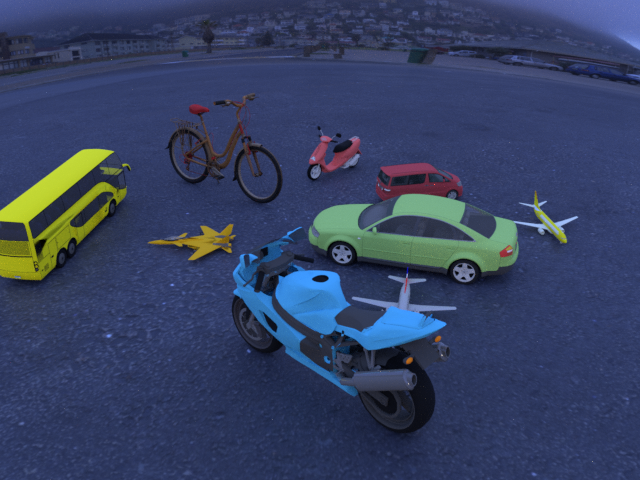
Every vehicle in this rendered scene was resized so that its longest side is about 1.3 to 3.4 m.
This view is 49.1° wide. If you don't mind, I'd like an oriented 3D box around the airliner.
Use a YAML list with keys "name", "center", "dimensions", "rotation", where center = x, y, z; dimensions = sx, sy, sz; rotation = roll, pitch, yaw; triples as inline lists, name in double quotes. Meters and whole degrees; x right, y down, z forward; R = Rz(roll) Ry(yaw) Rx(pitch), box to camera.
- name: "airliner"
  center: [3.738, -0.363, 11.418]
  dimensions: [1.161, 0.429, 1.307]
  rotation: [-4, 28, -7]

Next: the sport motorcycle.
- name: "sport motorcycle"
  center: [0.051, 0.950, 7.622]
  dimensions: [2.955, 1.596, 0.983]
  rotation: [22, 35, 36]

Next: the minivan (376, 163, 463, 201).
- name: "minivan"
  center: [1.794, -1.029, 12.498]
  dimensions: [1.548, 0.616, 0.681]
  rotation: [-7, 28, -14]

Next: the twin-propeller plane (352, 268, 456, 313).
- name: "twin-propeller plane"
  center: [1.117, 0.759, 9.280]
  dimensions: [1.370, 0.407, 1.095]
  rotation: [5, 28, 10]

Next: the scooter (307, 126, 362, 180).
- name: "scooter"
  center: [0.290, -1.721, 13.500]
  dimensions: [1.399, 0.919, 0.662]
  rotation: [-22, 35, -36]

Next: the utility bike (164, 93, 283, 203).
- name: "utility bike"
  center: [-1.737, -1.762, 12.581]
  dimensions: [2.791, 1.839, 1.039]
  rotation: [17, 32, 30]

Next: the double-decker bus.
- name: "double-decker bus"
  center: [-3.984, -0.527, 11.057]
  dimensions: [0.756, 1.052, 3.251]
  rotation: [4, 28, 8]

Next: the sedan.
- name: "sedan"
  center: [1.365, -0.151, 10.456]
  dimensions: [3.137, 0.940, 1.235]
  rotation: [8, 29, 15]

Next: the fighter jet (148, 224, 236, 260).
- name: "fighter jet"
  center: [-2.025, -0.029, 10.930]
  dimensions: [1.358, 0.286, 1.147]
  rotation: [0, 27, 0]
